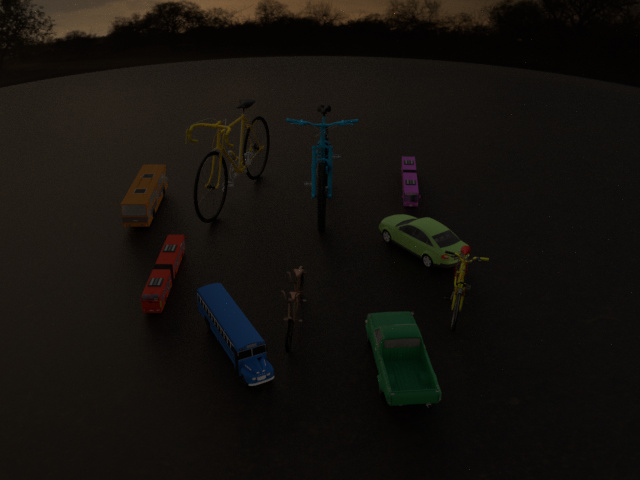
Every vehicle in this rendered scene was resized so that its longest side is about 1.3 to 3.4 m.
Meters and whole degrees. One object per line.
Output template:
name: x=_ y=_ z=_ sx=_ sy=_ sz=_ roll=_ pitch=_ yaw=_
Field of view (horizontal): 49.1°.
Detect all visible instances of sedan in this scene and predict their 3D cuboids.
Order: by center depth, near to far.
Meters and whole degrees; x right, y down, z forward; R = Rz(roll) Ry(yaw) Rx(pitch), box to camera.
sedan: x=1.529 y=-0.071 z=10.485 sx=0.635 sy=0.483 sz=1.613 roll=-18 pitch=33 yaw=-30

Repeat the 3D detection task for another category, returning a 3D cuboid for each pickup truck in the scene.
pickup truck: x=0.915 y=1.278 z=7.937 sx=0.640 sy=0.511 sz=1.603 roll=-2 pitch=28 yaw=-4

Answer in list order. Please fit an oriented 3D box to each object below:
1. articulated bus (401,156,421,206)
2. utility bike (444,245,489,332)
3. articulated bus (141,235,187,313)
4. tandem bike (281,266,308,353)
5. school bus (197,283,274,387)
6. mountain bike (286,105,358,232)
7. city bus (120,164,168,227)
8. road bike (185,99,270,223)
articulated bus: x=1.604 y=-1.077 z=12.570 sx=0.311 sy=0.289 sz=1.749 roll=2 pitch=28 yaw=4
utility bike: x=1.838 y=0.495 z=8.938 sx=0.535 sy=0.946 sz=1.435 roll=6 pitch=29 yaw=11
articulated bus: x=-2.156 y=0.434 z=9.748 sx=0.311 sy=0.289 sz=1.749 roll=0 pitch=28 yaw=1
tandem bike: x=-0.312 y=0.728 z=8.784 sx=0.283 sy=0.682 sz=1.642 roll=2 pitch=28 yaw=5
school bus: x=-1.026 y=1.104 z=8.343 sx=0.365 sy=0.434 sz=1.708 roll=-14 pitch=31 yaw=-24
mountain bike: x=0.049 y=-1.351 z=11.600 sx=1.114 sy=1.688 sz=2.857 roll=1 pitch=28 yaw=1
city bus: x=-2.924 y=-0.745 z=11.768 sx=0.476 sy=0.460 sz=1.674 roll=0 pitch=28 yaw=0
road bike: x=-1.445 y=-1.478 z=11.870 sx=0.696 sy=1.656 sz=3.004 roll=9 pitch=29 yaw=16
